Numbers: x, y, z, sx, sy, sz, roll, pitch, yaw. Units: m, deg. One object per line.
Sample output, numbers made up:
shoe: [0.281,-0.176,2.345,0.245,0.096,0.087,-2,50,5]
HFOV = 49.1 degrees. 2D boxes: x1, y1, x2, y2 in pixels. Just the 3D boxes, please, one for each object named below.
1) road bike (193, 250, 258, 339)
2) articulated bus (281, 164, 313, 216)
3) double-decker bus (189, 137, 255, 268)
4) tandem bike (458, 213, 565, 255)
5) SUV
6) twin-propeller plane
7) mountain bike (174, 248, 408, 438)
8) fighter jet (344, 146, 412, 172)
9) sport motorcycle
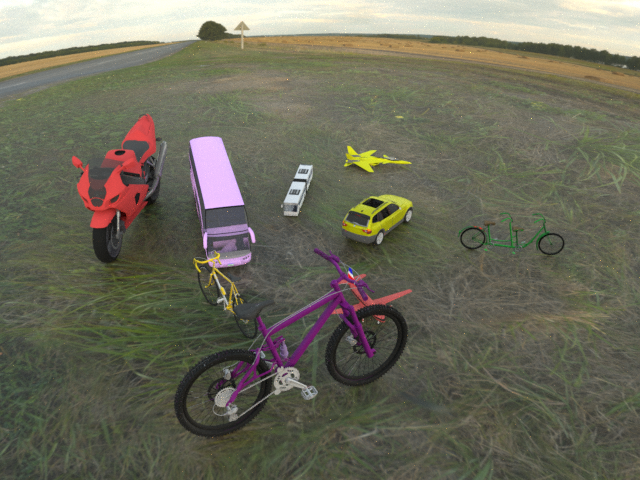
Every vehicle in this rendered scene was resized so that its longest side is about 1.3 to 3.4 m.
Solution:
road bike: [-1.264,0.710,9.350,0.358,0.852,1.545,-20,35,-32]
articulated bus: [-0.391,-0.938,12.877,0.311,0.289,1.749,4,29,7]
double-decker bus: [-1.710,-0.682,11.636,0.756,1.052,3.251,-7,30,-12]
tandem bike: [3.008,-0.104,10.982,1.642,0.682,0.283,5,30,8]
SUV: [0.977,-0.439,11.685,0.656,0.580,1.572,19,34,30]
twin-propeller plane: [0.624,0.780,9.681,1.370,0.407,1.095,-13,32,-21]
mountain bike: [-0.230,1.176,7.658,2.857,1.688,1.114,-14,32,-24]
fighter jet: [1.185,-1.666,14.183,1.358,0.286,1.147,3,29,6]
sport motorcycle: [-3.177,-0.908,11.483,0.983,1.596,2.955,2,29,4]
